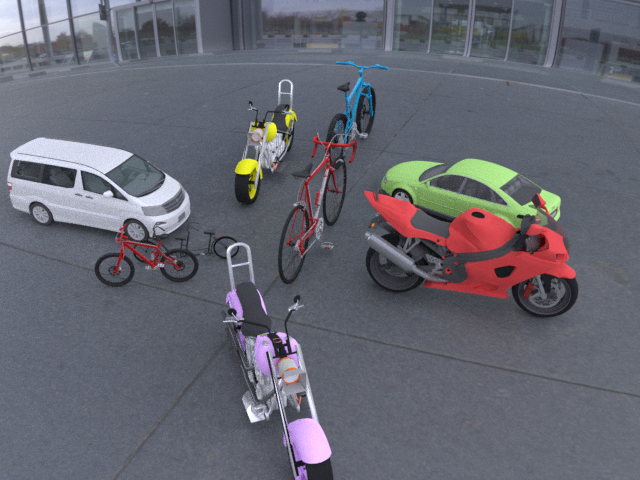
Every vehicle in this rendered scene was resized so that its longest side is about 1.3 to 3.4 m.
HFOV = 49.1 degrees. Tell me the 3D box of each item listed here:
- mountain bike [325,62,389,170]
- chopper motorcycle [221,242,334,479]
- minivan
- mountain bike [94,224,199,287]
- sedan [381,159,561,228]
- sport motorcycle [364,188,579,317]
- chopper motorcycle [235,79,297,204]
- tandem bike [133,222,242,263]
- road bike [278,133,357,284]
[{"bbox_3d":[0.669,-2.577,14.132,1.114,1.688,2.857,11,32,18],"label":"mountain bike"},{"bbox_3d":[-0.514,1.312,7.614,0.906,1.480,3.040,-11,32,-18],"label":"chopper motorcycle"},{"bbox_3d":[-3.681,-0.888,11.701,3.011,1.197,1.324,10,31,16],"label":"minivan"},{"bbox_3d":[-2.498,0.263,10.037,1.469,0.868,0.573,-4,30,-7],"label":"mountain bike"},{"bbox_3d":[2.489,-0.853,11.897,3.137,0.940,1.235,22,36,33],"label":"sedan"},{"bbox_3d":[2.006,0.174,9.465,2.955,1.596,0.983,9,31,16],"label":"sport motorcycle"},{"bbox_3d":[-1.004,-1.900,13.169,0.906,1.480,3.040,7,31,12],"label":"chopper motorcycle"},{"bbox_3d":[-2.023,0.028,10.631,1.642,0.682,0.283,-3,30,-5],"label":"tandem bike"},{"bbox_3d":[-0.059,-0.583,10.715,0.697,1.656,3.004,10,32,17],"label":"road bike"}]
